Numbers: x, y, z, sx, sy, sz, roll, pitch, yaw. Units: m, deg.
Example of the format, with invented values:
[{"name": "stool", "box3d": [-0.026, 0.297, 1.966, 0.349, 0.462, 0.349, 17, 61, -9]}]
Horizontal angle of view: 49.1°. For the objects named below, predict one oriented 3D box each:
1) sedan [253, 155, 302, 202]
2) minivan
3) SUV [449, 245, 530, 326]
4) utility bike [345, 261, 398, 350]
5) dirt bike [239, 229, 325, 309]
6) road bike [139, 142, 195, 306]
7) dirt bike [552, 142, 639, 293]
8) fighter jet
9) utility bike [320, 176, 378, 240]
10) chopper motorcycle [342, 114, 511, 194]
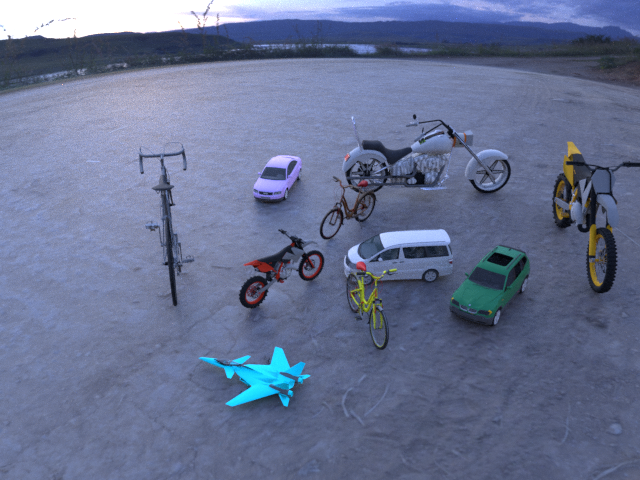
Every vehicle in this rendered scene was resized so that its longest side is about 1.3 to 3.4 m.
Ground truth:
[{"name": "sedan", "box3d": [-0.771, -1.192, 12.881, 0.635, 0.483, 1.613, 6, 29, 12]}, {"name": "minivan", "box3d": [1.121, 0.225, 10.110, 1.548, 0.616, 0.681, -2, 28, -4]}, {"name": "SUV", "box3d": [2.336, 0.574, 9.498, 0.656, 0.580, 1.572, 19, 33, 31]}, {"name": "utility bike", "box3d": [0.636, 0.694, 8.890, 0.535, 0.946, 1.435, -9, 30, -16]}, {"name": "dirt bike", "box3d": [-0.508, 0.361, 9.602, 1.493, 0.857, 0.527, -23, 36, -36]}, {"name": "road bike", "box3d": [-2.189, -0.337, 10.055, 0.696, 1.656, 3.004, -6, 29, -11]}, {"name": "dirt bike", "box3d": [3.950, -0.511, 10.367, 1.024, 1.666, 2.903, 2, 28, 3]}, {"name": "fighter jet", "box3d": [-0.845, 1.480, 8.124, 1.358, 0.286, 1.147, 13, 31, 22]}, {"name": "utility bike", "box3d": [0.523, -0.571, 11.239, 0.535, 0.946, 1.435, 23, 36, 36]}, {"name": "chopper motorcycle", "box3d": [1.916, -1.504, 12.409, 3.040, 1.480, 0.906, -2, 28, -5]}]
